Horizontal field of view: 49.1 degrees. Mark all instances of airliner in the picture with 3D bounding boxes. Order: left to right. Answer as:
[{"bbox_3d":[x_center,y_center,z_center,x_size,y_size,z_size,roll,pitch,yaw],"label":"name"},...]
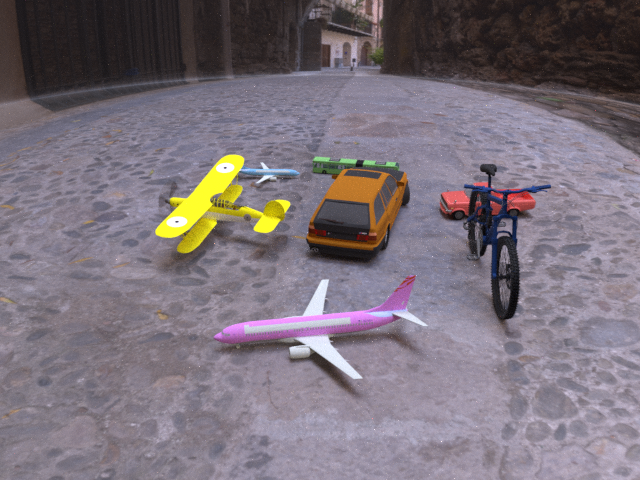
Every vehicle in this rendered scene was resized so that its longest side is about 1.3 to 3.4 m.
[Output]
[{"bbox_3d":[-1.051,-1.421,13.803,1.307,0.429,1.161,0,26,0],"label":"airliner"},{"bbox_3d":[-0.036,0.892,8.576,2.541,0.835,2.257,-4,26,-8],"label":"airliner"}]

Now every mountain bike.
[{"bbox_3d":[2.407,-0.168,9.783,1.114,1.688,2.857,0,26,1],"label":"mountain bike"}]

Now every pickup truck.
[{"bbox_3d":[2.922,-0.712,12.249,1.603,0.511,0.640,-2,26,-4],"label":"pickup truck"}]

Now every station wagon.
[{"bbox_3d":[0.727,-0.710,11.776,1.327,0.920,3.105,7,27,14],"label":"station wagon"}]

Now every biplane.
[{"bbox_3d":[-1.560,-0.457,11.186,2.120,0.981,2.598,8,27,17],"label":"biplane"}]

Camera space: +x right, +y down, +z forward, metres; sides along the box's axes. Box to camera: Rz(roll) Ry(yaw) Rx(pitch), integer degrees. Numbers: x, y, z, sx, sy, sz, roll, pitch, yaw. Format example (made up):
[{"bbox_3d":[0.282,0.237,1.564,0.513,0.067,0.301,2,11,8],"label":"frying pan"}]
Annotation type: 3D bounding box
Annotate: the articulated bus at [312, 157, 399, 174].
[{"bbox_3d":[0.705,-1.452,14.027,1.749,0.289,0.311,6,26,11],"label":"articulated bus"}]
